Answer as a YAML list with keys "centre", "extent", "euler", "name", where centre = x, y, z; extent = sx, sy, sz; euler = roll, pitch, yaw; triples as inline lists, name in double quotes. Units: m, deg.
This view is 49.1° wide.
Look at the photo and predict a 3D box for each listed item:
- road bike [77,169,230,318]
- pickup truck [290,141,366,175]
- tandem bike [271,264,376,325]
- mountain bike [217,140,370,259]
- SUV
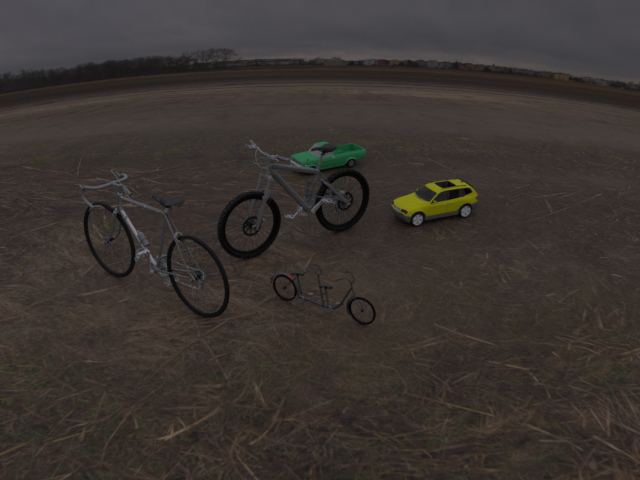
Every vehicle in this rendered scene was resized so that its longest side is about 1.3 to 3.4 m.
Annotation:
- centre: [-2.332, 0.019, 9.540]
  extent: [3.004, 1.656, 0.697]
  euler: [18, 31, 34]
  name: "road bike"
- centre: [0.173, -1.783, 14.714]
  extent: [1.603, 0.511, 0.640]
  euler: [-14, 28, -27]
  name: "pickup truck"
- centre: [0.016, 0.659, 9.324]
  extent: [1.642, 0.682, 0.283]
  euler: [15, 29, 28]
  name: "tandem bike"
- centre: [-0.352, -0.714, 11.060]
  extent: [2.857, 1.688, 1.114]
  euler: [-17, 30, -31]
  name: "mountain bike"
- centre: [2.023, -0.698, 12.325]
  extent: [1.572, 0.580, 0.656]
  euler: [-10, 27, -20]
  name: "SUV"
